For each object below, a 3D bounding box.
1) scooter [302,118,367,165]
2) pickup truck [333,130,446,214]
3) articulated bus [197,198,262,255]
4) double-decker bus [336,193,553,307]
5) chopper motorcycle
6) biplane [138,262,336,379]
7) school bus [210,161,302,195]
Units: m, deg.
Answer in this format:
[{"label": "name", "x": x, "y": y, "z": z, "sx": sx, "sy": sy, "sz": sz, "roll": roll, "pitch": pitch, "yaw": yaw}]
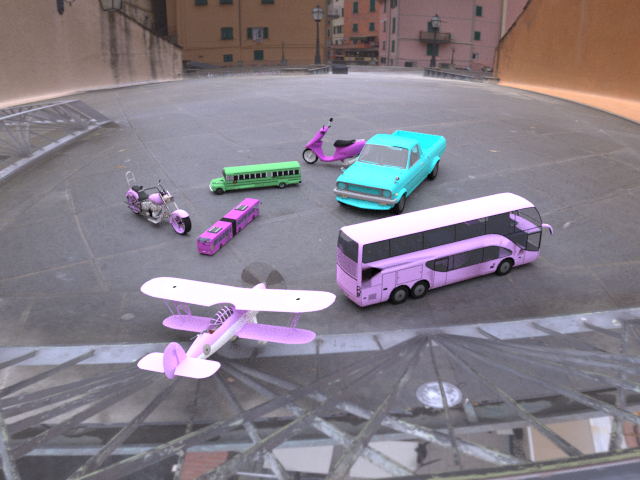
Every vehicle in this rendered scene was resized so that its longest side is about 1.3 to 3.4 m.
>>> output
[{"label": "scooter", "x": 0.312, "y": -1.930, "z": 14.134, "sx": 1.399, "sy": 0.919, "sz": 0.662, "roll": 7, "pitch": 27, "yaw": 14}, {"label": "pickup truck", "x": 1.385, "y": -1.446, "z": 13.058, "sx": 1.244, "sy": 0.993, "sz": 3.117, "roll": 12, "pitch": 28, "yaw": 23}, {"label": "articulated bus", "x": -1.456, "y": -0.245, "z": 11.398, "sx": 0.311, "sy": 0.289, "sz": 1.749, "roll": 9, "pitch": 28, "yaw": 19}, {"label": "double-decker bus", "x": 1.777, "y": 0.084, "z": 9.853, "sx": 3.251, "sy": 1.052, "sz": 0.756, "roll": -12, "pitch": 29, "yaw": -24}, {"label": "chopper motorcycle", "x": -2.710, "y": -0.618, "z": 11.624, "sx": 1.563, "sy": 0.761, "sz": 0.466, "roll": 20, "pitch": 32, "yaw": 35}, {"label": "biplane", "x": -1.162, "y": 0.993, "z": 8.070, "sx": 2.598, "sy": 0.981, "sz": 2.120, "roll": 12, "pitch": 28, "yaw": 23}, {"label": "school bus", "x": -1.215, "y": -1.175, "z": 13.139, "sx": 1.708, "sy": 0.434, "sz": 0.365, "roll": -7, "pitch": 27, "yaw": -14}]
